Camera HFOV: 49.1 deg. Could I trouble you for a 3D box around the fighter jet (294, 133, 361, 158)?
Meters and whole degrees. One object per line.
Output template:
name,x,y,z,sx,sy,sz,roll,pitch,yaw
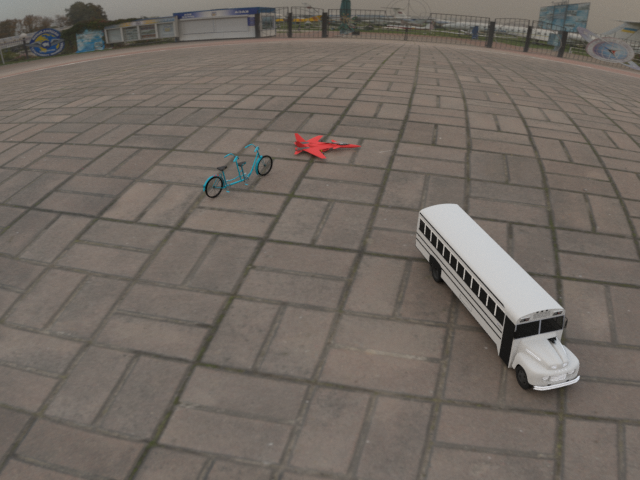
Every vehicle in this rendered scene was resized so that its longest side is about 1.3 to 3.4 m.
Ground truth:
fighter jet,0.153,-1.938,14.015,1.358,0.286,1.147,-2,31,-3

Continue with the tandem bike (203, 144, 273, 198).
tandem bike,-1.449,-1.263,12.500,0.283,0.682,1.642,26,39,36

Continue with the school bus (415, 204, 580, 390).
school bus,2.235,0.631,9.175,0.709,0.844,3.322,-9,32,-15
